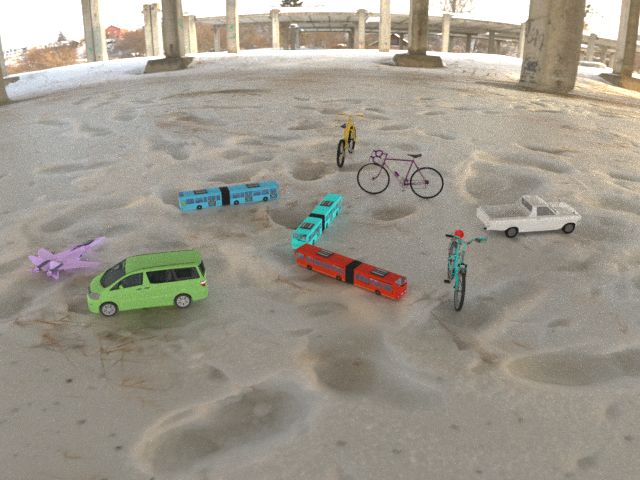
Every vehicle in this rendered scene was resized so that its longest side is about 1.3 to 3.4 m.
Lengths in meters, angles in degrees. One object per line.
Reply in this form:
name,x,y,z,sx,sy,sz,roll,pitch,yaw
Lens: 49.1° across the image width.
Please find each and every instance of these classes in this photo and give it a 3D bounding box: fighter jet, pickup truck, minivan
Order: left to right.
fighter jet,-3.652,0.138,10.376,1.147,0.286,1.358,12,29,22
minivan,-2.268,0.539,9.189,1.548,0.616,0.681,-6,27,-11
pickup truck,3.351,-0.417,11.249,1.603,0.511,0.640,-4,26,-8

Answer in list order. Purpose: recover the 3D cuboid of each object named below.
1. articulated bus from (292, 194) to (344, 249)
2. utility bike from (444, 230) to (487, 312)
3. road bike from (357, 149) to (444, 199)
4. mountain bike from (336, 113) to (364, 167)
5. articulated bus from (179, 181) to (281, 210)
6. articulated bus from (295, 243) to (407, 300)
articulated bus,-0.025,-0.311,11.285,0.311,0.289,1.749,9,28,17
utility bike,1.885,0.281,9.340,0.535,0.946,1.435,2,26,3
road bike,1.417,-1.164,12.381,1.545,0.852,0.358,6,27,11
mountain bike,0.543,-2.043,14.146,0.573,0.868,1.469,7,27,14
articulated bus,-1.572,-0.780,12.237,1.749,0.289,0.311,-8,27,-17
articulated bus,0.403,0.425,9.792,1.749,0.289,0.311,19,32,33
